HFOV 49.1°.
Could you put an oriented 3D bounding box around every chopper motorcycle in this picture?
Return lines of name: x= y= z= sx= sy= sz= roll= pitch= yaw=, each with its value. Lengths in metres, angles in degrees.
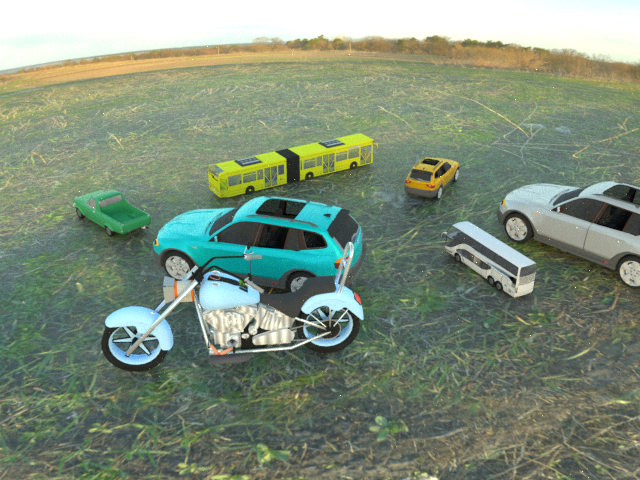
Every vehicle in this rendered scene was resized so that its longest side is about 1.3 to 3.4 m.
chopper motorcycle: x=-0.998 y=0.768 z=8.076 sx=3.040 sy=1.480 sz=0.906 roll=-3 pitch=28 yaw=-6

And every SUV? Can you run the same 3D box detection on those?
SUV: x=-0.878 y=-0.014 z=9.951 sx=3.058 sy=1.128 sz=1.276 roll=8 pitch=29 yaw=16
SUV: x=2.080 y=-1.239 z=12.882 sx=0.656 sy=0.580 sz=1.572 roll=14 pitch=31 yaw=25
SUV: x=4.185 y=-0.306 z=10.509 sx=1.276 sy=1.128 sz=3.058 roll=-23 pitch=35 yaw=-37

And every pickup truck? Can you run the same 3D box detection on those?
pickup truck: x=-3.453 y=-0.504 z=11.554 sx=1.603 sy=0.511 sz=0.640 roll=25 pitch=36 yaw=38

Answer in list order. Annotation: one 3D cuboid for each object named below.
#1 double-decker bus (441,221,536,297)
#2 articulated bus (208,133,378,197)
double-decker bus: x=2.409 y=0.234 z=10.109 sx=0.389 sy=0.541 sz=1.672 roll=-14 pitch=31 yaw=-24
articulated bus: x=-0.457 y=-1.438 z=13.284 sx=3.401 sy=0.561 sz=0.605 roll=-16 pitch=32 yaw=-28
